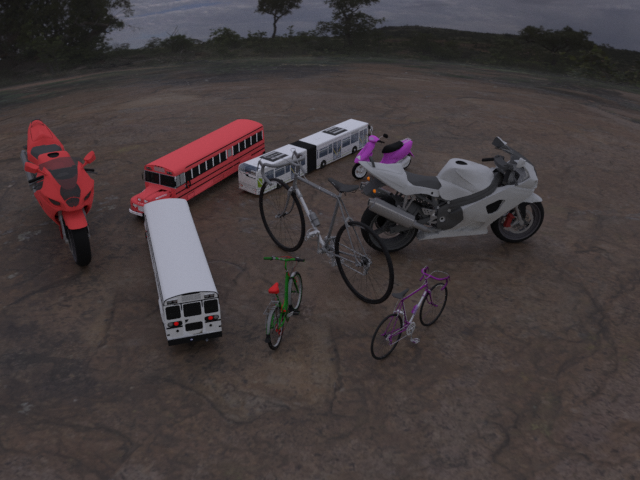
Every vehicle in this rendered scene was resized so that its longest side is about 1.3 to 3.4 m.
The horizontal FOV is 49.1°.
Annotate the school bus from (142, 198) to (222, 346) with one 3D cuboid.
[{"bbox_3d":[-1.990,0.253,9.720,0.709,0.844,3.322,-8,29,-15],"label":"school bus"}]

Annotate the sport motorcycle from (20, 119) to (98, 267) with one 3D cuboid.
[{"bbox_3d":[-4.051,-0.791,10.880,0.983,1.596,2.955,-15,31,-25],"label":"sport motorcycle"}]

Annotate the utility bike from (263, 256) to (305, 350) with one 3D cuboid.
[{"bbox_3d":[-0.494,0.703,8.770,0.535,0.946,1.435,7,29,13],"label":"utility bike"}]

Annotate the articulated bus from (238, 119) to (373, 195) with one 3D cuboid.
[{"bbox_3d":[-0.213,-1.666,13.617,0.605,0.561,3.401,21,35,34],"label":"articulated bus"}]

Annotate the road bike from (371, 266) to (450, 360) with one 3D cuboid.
[{"bbox_3d":[1.122,0.873,8.550,0.358,0.852,1.545,24,36,37],"label":"road bike"}]

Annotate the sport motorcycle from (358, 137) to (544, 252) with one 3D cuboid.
[{"bbox_3d":[2.010,-0.605,10.530,2.955,1.596,0.983,-4,28,-7],"label":"sport motorcycle"}]

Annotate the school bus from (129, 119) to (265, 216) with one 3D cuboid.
[{"bbox_3d":[-2.155,-1.315,12.660,0.709,0.844,3.322,14,31,25],"label":"school bus"}]

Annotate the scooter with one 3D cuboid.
[{"bbox_3d":[1.209,-1.684,13.272,1.399,0.919,0.662,-15,31,-25],"label":"scooter"}]

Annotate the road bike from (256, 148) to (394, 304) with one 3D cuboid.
[{"bbox_3d":[-0.005,-0.252,9.806,0.696,1.656,3.004,-21,34,-33],"label":"road bike"}]
